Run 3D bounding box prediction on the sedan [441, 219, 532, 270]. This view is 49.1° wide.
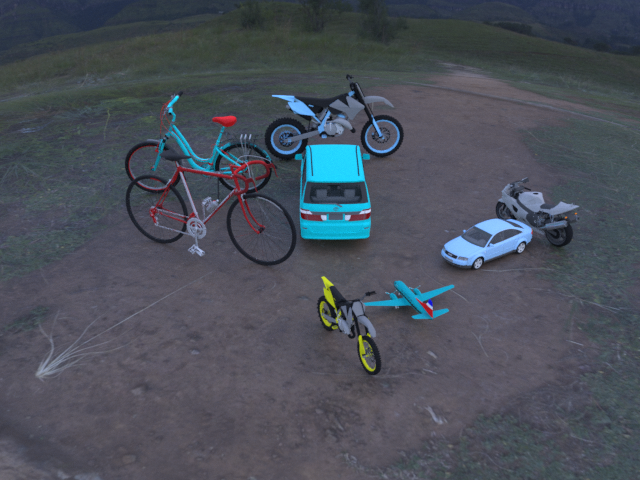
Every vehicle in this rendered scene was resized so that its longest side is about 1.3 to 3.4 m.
[{"bbox_3d":[2.584,0.001,10.790,1.613,0.483,0.635,-17,31,-30],"label":"sedan"}]

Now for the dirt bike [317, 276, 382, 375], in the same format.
[{"bbox_3d":[0.340,0.966,8.454,0.527,0.857,1.493,-13,29,-24],"label":"dirt bike"}]

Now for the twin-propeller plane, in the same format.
[{"bbox_3d":[1.246,0.755,9.373,1.370,0.407,1.095,-10,28,-19],"label":"twin-propeller plane"}]

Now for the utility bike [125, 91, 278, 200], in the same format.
[{"bbox_3d":[-2.167,-1.620,12.504,2.791,1.839,1.039,0,27,1],"label":"utility bike"}]

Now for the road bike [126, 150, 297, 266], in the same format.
[{"bbox_3d":[-1.720,-0.532,10.544,3.004,1.656,0.696,11,29,21],"label":"road bike"}]

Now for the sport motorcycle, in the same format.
[{"bbox_3d":[3.475,-0.461,11.332,0.506,0.821,1.520,-19,32,-33],"label":"sport motorcycle"}]

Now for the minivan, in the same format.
[{"bbox_3d":[0.227,-1.007,12.001,1.324,1.197,3.011,0,27,-1],"label":"minivan"}]

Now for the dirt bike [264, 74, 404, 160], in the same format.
[{"bbox_3d":[0.301,-2.469,14.386,2.903,1.666,1.024,-2,27,-3],"label":"dirt bike"}]
